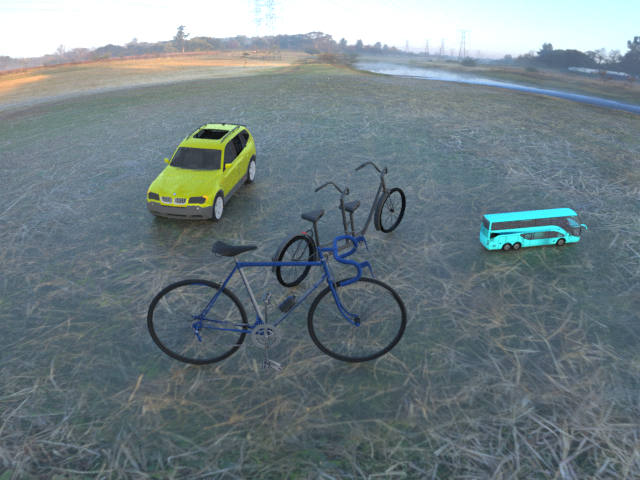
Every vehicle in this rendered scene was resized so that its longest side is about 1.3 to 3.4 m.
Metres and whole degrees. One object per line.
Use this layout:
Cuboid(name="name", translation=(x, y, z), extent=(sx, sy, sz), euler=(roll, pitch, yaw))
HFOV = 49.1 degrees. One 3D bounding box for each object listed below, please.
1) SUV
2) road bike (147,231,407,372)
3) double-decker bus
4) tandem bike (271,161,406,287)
Cuboid(name="SUV", translation=(-2.089, -1.318, 12.812), extent=(1.276, 1.128, 3.058), euler=(6, 27, 11))
Cuboid(name="road bike", translation=(-0.491, 0.728, 8.003), extent=(3.004, 1.656, 0.697), euler=(-1, 26, -1))
Cuboid(name="double-decker bus", translation=(3.382, -0.176, 11.137), extent=(1.672, 0.541, 0.389), euler=(-5, 26, -10))
Cuboid(name="tandem bike", translation=(0.386, -0.324, 10.544), extent=(0.550, 1.326, 3.192), euler=(21, 33, 36))
